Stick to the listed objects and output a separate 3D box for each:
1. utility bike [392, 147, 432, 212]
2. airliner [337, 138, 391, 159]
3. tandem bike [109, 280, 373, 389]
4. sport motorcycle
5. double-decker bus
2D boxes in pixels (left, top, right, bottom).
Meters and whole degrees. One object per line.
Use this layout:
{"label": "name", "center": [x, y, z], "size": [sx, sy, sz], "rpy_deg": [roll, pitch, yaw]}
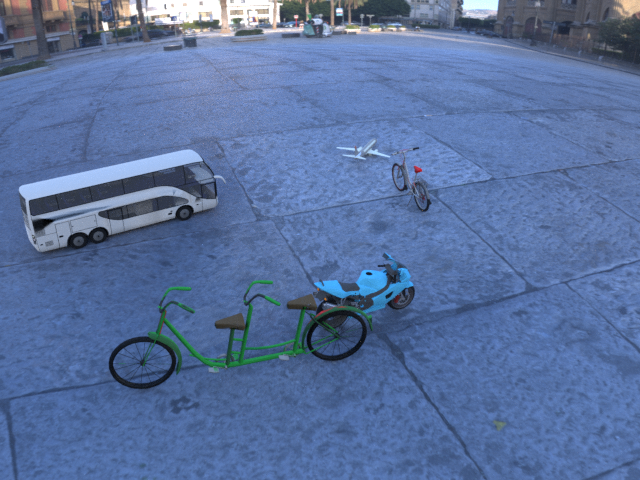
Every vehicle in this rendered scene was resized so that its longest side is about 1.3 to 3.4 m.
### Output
{"label": "utility bike", "center": [1.566, -1.103, 12.369], "size": [0.535, 0.946, 1.435], "rpy_deg": [-11, 32, -19]}
{"label": "airliner", "center": [0.933, -1.933, 14.281], "size": [1.161, 0.429, 1.307], "rpy_deg": [13, 33, 21]}
{"label": "tandem bike", "center": [-0.897, 1.080, 8.303], "size": [3.192, 1.326, 0.550], "rpy_deg": [-7, 31, -11]}
{"label": "sport motorcycle", "center": [0.621, 0.715, 9.417], "size": [1.520, 0.821, 0.506], "rpy_deg": [-13, 33, -20]}
{"label": "double-decker bus", "center": [-3.195, -0.704, 11.589], "size": [3.251, 1.052, 0.756], "rpy_deg": [-17, 35, -26]}
